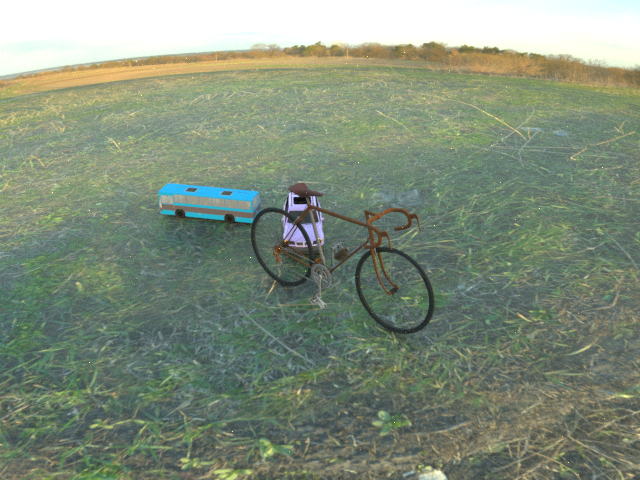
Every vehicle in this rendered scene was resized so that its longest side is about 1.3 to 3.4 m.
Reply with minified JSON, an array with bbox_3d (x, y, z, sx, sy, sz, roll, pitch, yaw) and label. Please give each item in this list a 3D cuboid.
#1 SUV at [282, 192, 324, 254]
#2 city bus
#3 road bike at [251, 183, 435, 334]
[{"bbox_3d":[-0.276,-0.301,11.086,0.656,0.580,1.572,-1,27,-2],"label":"SUV"},{"bbox_3d":[-1.865,-0.609,11.833,1.674,0.460,0.476,6,27,12],"label":"city bus"},{"bbox_3d":[0.185,0.142,9.005,3.004,1.656,0.696,20,33,34],"label":"road bike"}]
